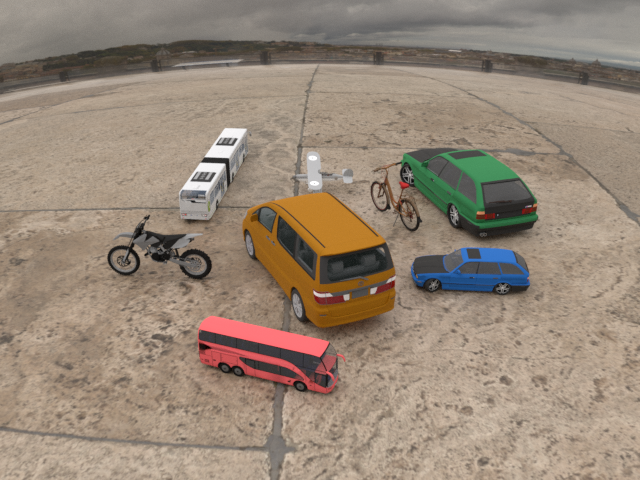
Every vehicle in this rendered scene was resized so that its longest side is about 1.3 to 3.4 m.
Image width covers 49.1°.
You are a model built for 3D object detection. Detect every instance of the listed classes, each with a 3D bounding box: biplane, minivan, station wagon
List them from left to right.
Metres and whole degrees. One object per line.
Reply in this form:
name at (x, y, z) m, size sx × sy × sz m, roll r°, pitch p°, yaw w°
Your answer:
minivan at (-0.130, 0.029, 9.566) m, size 1.324 × 1.197 × 3.011 m, roll -12°, pitch 29°, yaw -22°
biplane at (0.056, -1.123, 12.571) m, size 1.090 × 0.504 × 1.336 m, roll -1°, pitch 27°, yaw -2°
station wagon at (2.446, -1.065, 12.000) m, size 1.327 × 0.920 × 3.105 m, roll -8°, pitch 28°, yaw -16°
station wagon at (2.062, 0.387, 9.659) m, size 1.597 × 0.473 × 0.682 m, roll 2°, pitch 27°, yaw 4°

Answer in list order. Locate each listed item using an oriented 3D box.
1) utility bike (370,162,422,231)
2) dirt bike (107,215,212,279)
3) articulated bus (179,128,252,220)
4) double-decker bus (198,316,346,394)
utility bike at (1.176, -0.722, 11.304) m, size 0.535 × 0.946 × 1.435 m, roll -14°, pitch 30°, yaw -26°
dirt bike at (-2.251, 0.143, 9.716) m, size 1.493 × 0.857 × 0.527 m, roll 2°, pitch 27°, yaw 5°
articulated bus at (-1.867, -1.289, 12.831) m, size 0.605 × 0.561 × 3.401 m, roll 3°, pitch 27°, yaw 5°
double-decker bus at (-0.566, 1.285, 7.835) m, size 1.672 × 0.541 × 0.389 m, roll 10°, pitch 29°, yaw 18°
